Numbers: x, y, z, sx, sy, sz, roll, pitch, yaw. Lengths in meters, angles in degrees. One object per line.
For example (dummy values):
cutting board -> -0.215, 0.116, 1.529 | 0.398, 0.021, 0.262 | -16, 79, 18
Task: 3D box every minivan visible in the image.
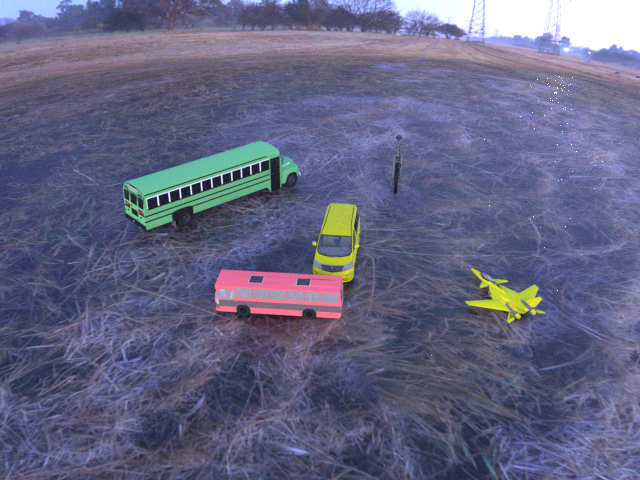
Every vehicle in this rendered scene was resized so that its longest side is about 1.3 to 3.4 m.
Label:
minivan -> 0.266, 0.031, 10.473 | 0.681, 0.616, 1.548 | 4, 29, 6

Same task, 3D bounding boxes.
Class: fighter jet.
fighter jet -> 2.476, 0.642, 9.700 | 1.147, 0.286, 1.358 | -11, 31, -19

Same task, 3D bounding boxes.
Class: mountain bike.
mountain bike -> 1.432, -1.468, 12.942 | 0.573, 0.868, 1.469 | 4, 29, 7

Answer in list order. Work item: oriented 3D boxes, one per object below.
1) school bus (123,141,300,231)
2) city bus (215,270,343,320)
school bus -> -1.749, -1.015, 12.141 | 3.322, 0.844, 0.709 | -24, 37, -36
city bus -> -0.537, 0.736, 9.349 | 1.674, 0.460, 0.476 | 3, 29, 5
